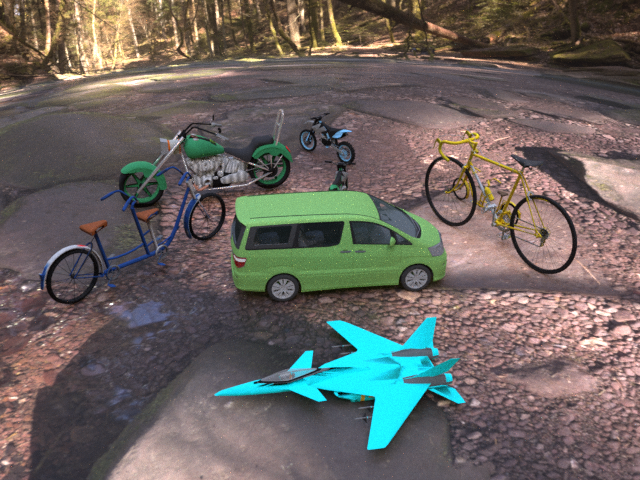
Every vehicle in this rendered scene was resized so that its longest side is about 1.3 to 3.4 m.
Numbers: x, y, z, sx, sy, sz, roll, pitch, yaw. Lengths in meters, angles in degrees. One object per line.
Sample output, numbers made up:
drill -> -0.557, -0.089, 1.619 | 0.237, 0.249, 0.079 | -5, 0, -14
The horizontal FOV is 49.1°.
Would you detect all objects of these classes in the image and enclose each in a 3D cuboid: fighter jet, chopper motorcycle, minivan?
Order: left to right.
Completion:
chopper motorcycle -> -1.961, -1.423, 12.117 | 3.040, 1.480, 0.906 | -8, 29, -15
fighter jet -> 0.159, 1.416, 7.687 | 2.640, 0.557, 2.229 | -5, 28, -9
minivan -> 0.268, -0.005, 9.712 | 3.011, 1.197, 1.324 | -4, 28, -7

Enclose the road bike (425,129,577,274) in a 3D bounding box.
road bike -> 2.608, -0.645, 10.441 | 0.697, 1.656, 3.004 | -18, 32, -30

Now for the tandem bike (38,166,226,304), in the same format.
tandem bike -> -2.529, -0.168, 9.885 | 0.550, 1.326, 3.192 | 21, 34, 35

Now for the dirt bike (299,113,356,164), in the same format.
dirt bike -> 0.124, -2.047, 13.981 | 1.493, 0.857, 0.527 | 23, 36, 37

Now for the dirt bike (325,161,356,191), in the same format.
dirt bike -> 0.302, -0.852, 11.698 | 0.527, 0.857, 1.493 | 6, 28, 11

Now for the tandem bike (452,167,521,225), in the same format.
tandem bike -> 2.772, -0.769, 11.728 | 0.283, 0.682, 1.642 | -15, 31, -27
